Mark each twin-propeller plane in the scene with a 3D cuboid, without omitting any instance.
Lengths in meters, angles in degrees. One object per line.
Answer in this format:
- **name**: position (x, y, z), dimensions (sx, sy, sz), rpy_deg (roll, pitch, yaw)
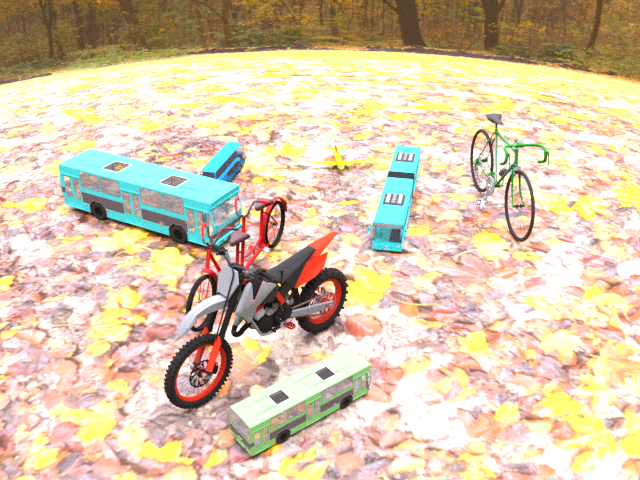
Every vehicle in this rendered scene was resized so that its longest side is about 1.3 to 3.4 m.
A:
- **twin-propeller plane**: position (0.367, -1.662, 13.960), dimensions (1.370, 0.407, 1.095), rpy_deg (-3, 30, -5)

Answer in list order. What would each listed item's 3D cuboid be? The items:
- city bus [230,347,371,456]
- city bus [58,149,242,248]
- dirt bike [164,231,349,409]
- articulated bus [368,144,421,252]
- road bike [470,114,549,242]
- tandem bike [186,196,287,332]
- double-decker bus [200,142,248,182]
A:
- **city bus**: position (-0.187, 1.793, 7.829), dimensions (1.674, 0.460, 0.476), rpy_deg (-21, 36, -32)
- **city bus**: position (-2.883, -0.706, 11.786), dimensions (3.255, 0.894, 0.926), rpy_deg (15, 33, 24)
- **dirt bike**: position (-0.655, 0.816, 8.327), dimensions (1.024, 1.666, 2.903), rpy_deg (26, 38, 37)
- **articulated bus**: position (1.386, -0.836, 12.352), dimensions (0.605, 0.561, 3.401), rpy_deg (6, 30, 10)
- **road bike**: position (3.076, -1.214, 11.908), dimensions (0.696, 1.656, 3.004), rpy_deg (-4, 30, -6)
- **tandem bike**: position (-1.120, 0.037, 10.042), dimensions (0.550, 1.326, 3.192), rpy_deg (11, 31, 18)
- **double-decker bus**: position (-1.830, -1.387, 13.340), dimensions (0.389, 0.541, 1.672), rpy_deg (7, 30, 12)
